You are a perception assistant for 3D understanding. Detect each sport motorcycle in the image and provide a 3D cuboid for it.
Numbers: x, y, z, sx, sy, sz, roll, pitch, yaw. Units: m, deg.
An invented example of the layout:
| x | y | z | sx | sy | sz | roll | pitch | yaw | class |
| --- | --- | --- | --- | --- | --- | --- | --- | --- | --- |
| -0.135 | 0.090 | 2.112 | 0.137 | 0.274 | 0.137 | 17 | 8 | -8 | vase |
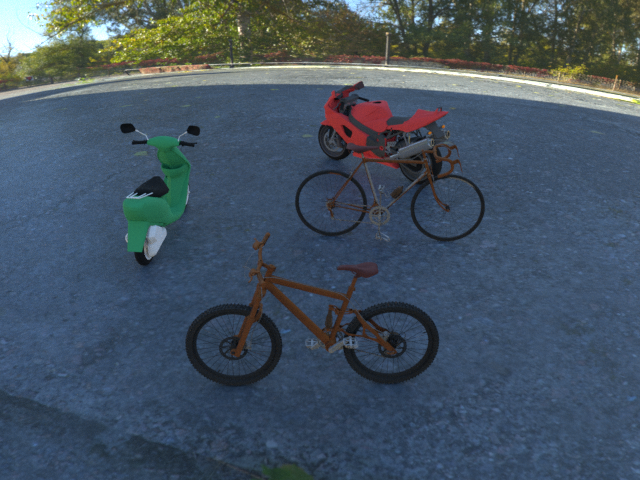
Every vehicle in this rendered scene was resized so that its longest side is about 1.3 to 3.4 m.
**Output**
| x | y | z | sx | sy | sz | roll | pitch | yaw | class |
| --- | --- | --- | --- | --- | --- | --- | --- | --- | --- |
| 1.140 | -2.091 | 13.638 | 2.955 | 1.596 | 0.983 | 20 | 34 | 34 | sport motorcycle |

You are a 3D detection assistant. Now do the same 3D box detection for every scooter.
| x | y | z | sx | sy | sz | roll | pitch | yaw | class |
| --- | --- | --- | --- | --- | --- | --- | --- | --- | --- |
| -2.536 | -0.869 | 11.080 | 1.288 | 1.786 | 2.721 | 3 | 28 | 5 | scooter |

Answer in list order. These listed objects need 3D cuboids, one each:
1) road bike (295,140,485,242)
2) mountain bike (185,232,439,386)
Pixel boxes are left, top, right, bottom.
| x | y | z | sx | sy | sz | roll | pitch | yaw | class |
| --- | --- | --- | --- | --- | --- | --- | --- | --- | --- |
| 1.093 | -0.760 | 11.013 | 3.004 | 1.656 | 0.697 | 3 | 28 | 5 | road bike |
| -0.082 | 0.911 | 7.761 | 2.857 | 1.688 | 1.114 | -1 | 27 | -1 | mountain bike |
